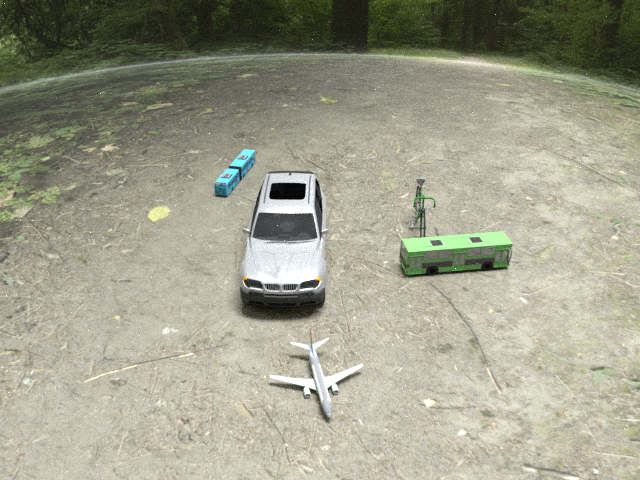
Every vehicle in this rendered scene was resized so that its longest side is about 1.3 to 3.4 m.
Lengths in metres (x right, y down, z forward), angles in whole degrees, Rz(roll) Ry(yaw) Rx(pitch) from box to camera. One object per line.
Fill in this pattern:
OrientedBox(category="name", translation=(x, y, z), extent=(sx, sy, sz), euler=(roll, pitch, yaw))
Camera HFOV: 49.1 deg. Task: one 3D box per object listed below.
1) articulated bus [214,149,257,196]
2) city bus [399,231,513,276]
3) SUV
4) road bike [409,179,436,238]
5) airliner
OrientedBox(category="articulated bus", translation=(-1.648, -1.345, 13.795), extent=(0.311, 0.289, 1.749), euler=(7, 30, 12))
OrientedBox(category="city bus", translation=(2.096, 0.220, 10.841), extent=(1.674, 0.460, 0.476), euler=(-4, 30, -8))
OrientedBox(category="SUV", translation=(-0.506, -0.115, 10.755), extent=(1.276, 1.128, 3.058), euler=(0, 29, 1))
OrientedBox(category="road bike", translation=(1.696, -0.536, 11.785), extent=(0.358, 0.852, 1.545), euler=(1, 29, 2))
OrientedBox(category="airliner", translation=(-0.011, 1.594, 8.433), extent=(1.161, 0.429, 1.307), euler=(-5, 30, -9))
